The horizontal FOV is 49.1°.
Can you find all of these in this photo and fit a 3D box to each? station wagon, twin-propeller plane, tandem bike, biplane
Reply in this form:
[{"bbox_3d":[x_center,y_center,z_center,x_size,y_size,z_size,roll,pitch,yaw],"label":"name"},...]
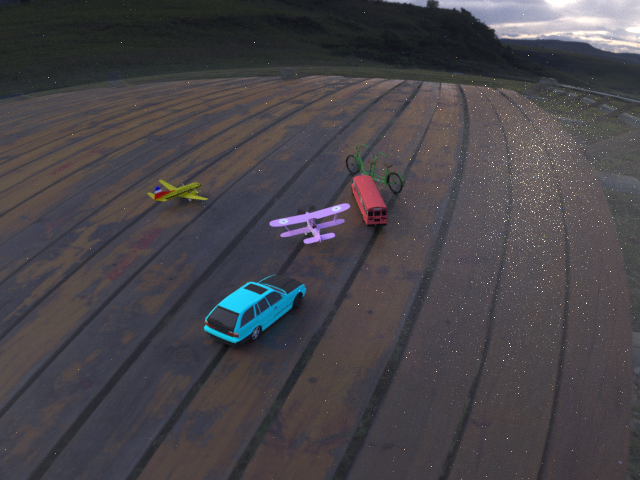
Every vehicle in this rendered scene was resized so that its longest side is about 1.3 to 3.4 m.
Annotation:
[{"bbox_3d":[-0.824,0.834,9.343,0.682,0.473,1.597,17,32,29],"label":"station wagon"},{"bbox_3d":[-2.591,-0.923,12.823,1.370,0.407,1.095,22,34,36],"label":"twin-propeller plane"},{"bbox_3d":[1.038,-1.402,13.454,0.283,0.682,1.642,-20,34,-34],"label":"tandem bike"},{"bbox_3d":[-0.125,-0.208,11.332,1.336,0.504,1.090,-6,28,-11],"label":"biplane"}]

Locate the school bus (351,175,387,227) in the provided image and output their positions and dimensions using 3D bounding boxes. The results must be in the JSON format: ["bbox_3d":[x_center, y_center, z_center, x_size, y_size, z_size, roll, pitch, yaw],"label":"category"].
[{"bbox_3d":[0.852,-0.736,12.433,0.365,0.434,1.708,-3,27,-6],"label":"school bus"}]
